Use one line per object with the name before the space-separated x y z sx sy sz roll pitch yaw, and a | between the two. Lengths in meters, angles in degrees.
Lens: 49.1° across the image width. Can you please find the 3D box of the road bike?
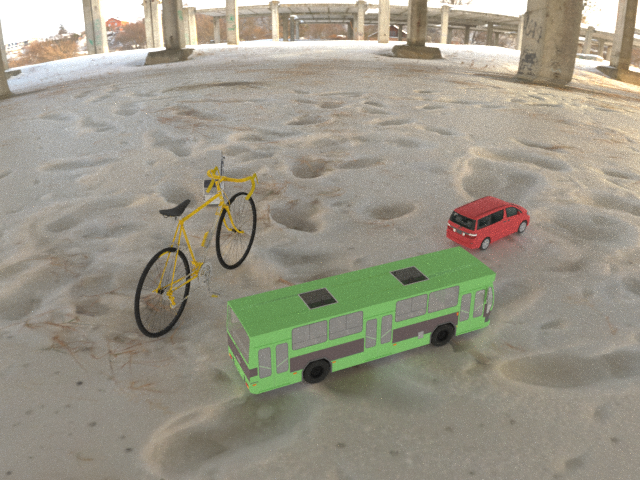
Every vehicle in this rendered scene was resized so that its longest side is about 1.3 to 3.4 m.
road bike | -1.585 0.044 9.402 0.696 1.656 3.004 12 30 21

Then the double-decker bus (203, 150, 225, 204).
double-decker bus | -1.961 -1.194 12.935 0.389 0.541 1.672 -3 28 -6

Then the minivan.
minivan | 2.740 -0.345 11.251 1.548 0.616 0.681 -21 34 -34

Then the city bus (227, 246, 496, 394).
city bus | 0.545 0.945 8.513 3.255 0.894 0.926 -12 30 -22
